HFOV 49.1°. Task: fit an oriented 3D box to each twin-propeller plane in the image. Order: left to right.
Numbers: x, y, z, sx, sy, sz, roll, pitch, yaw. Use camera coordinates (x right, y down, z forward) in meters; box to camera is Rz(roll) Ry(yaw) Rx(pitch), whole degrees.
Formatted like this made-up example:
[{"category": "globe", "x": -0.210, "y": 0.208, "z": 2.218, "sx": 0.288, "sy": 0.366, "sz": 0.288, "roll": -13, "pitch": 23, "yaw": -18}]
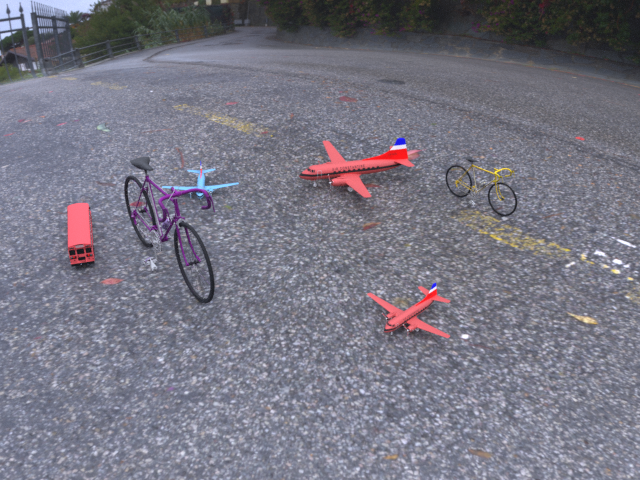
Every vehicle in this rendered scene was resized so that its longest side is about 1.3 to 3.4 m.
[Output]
[{"category": "twin-propeller plane", "x": -2.166, "y": -1.065, "z": 12.708, "sx": 1.370, "sy": 0.407, "sz": 1.095, "roll": -3, "pitch": 30, "yaw": -6}, {"category": "twin-propeller plane", "x": 0.642, "y": -1.431, "z": 12.962, "sx": 2.129, "sy": 0.792, "sz": 2.663, "roll": -8, "pitch": 31, "yaw": -13}, {"category": "twin-propeller plane", "x": 1.210, "y": 0.916, "z": 9.234, "sx": 1.095, "sy": 0.407, "sz": 1.370, "roll": -26, "pitch": 39, "yaw": -37}]

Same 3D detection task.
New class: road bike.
[{"category": "road bike", "x": -2.254, "y": -0.277, "z": 10.066, "sx": 0.696, "sy": 1.656, "sz": 3.004, "roll": -19, "pitch": 35, "yaw": -30}, {"category": "road bike", "x": 2.780, "y": -0.979, "z": 12.109, "sx": 0.358, "sy": 0.852, "sz": 1.545, "roll": -23, "pitch": 37, "yaw": -34}]

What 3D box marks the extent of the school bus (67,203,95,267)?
[{"category": "school bus", "x": -3.786, "y": -0.144, "z": 11.065, "sx": 0.365, "sy": 0.434, "sz": 1.708, "roll": -9, "pitch": 31, "yaw": -15}]
